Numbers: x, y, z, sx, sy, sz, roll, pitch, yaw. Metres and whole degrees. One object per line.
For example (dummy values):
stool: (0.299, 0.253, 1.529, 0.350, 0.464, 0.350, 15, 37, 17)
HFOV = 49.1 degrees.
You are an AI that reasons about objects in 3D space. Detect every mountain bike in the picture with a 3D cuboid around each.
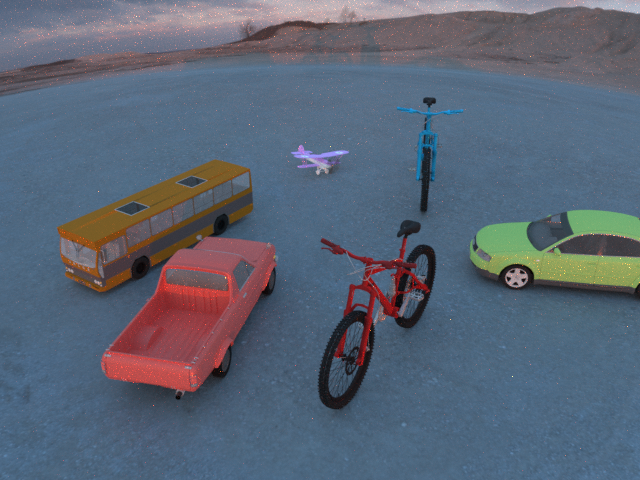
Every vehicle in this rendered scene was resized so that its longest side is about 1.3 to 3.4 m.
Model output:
mountain bike: (0.749, 0.667, 8.053, 1.114, 1.688, 2.857, 15, 31, 27)
mountain bike: (1.926, -1.699, 12.639, 1.114, 1.688, 2.857, 4, 28, 7)

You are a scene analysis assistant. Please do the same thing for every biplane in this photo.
biplane: (-0.065, -1.590, 13.719, 1.336, 0.504, 1.090, -22, 34, -35)

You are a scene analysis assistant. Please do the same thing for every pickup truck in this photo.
pickup truck: (-1.474, 0.728, 8.694, 1.244, 0.993, 3.117, 6, 28, 12)

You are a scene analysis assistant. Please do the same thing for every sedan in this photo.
sedan: (3.736, 0.113, 9.943, 3.137, 0.940, 1.235, 5, 28, 9)

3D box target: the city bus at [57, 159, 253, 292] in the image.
city bus: (-2.379, -0.287, 10.768, 0.926, 0.894, 3.255, 18, 32, 30)
